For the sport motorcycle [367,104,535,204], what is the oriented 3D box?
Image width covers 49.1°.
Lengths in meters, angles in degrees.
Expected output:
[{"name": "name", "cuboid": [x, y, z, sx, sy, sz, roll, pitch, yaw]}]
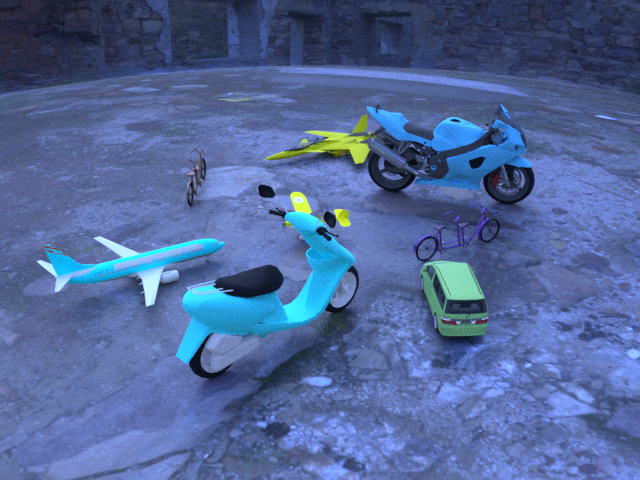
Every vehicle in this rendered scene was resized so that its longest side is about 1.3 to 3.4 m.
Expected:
[{"name": "sport motorcycle", "cuboid": [2.223, -1.493, 12.084, 2.955, 1.596, 0.983, 8, 28, 15]}]

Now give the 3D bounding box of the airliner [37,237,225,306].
[{"name": "airliner", "cuboid": [-2.486, 0.154, 9.663, 2.541, 0.835, 2.257, -16, 31, -29]}]

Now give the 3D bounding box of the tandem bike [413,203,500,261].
[{"name": "tandem bike", "cuboid": [2.063, -0.130, 10.396, 1.642, 0.682, 0.283, -14, 30, -26]}]

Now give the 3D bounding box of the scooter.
[{"name": "scooter", "cuboid": [-0.494, 0.429, 8.060, 2.721, 1.786, 1.288, -23, 35, -38]}]

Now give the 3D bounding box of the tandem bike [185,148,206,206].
[{"name": "tandem bike", "cuboid": [-2.206, -1.175, 12.470, 0.283, 0.682, 1.642, 1, 27, 2]}]

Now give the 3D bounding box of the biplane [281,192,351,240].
[{"name": "biplane", "cuboid": [-0.067, -0.280, 10.892, 1.090, 0.504, 1.336, -7, 28, -13]}]

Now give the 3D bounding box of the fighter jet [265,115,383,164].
[{"name": "fighter jet", "cuboid": [0.070, -2.009, 14.264, 2.640, 0.557, 2.229, -13, 30, -25]}]

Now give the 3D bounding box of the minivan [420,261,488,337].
[{"name": "minivan", "cuboid": [1.693, 0.632, 8.958, 0.681, 0.616, 1.548, -1, 27, -2]}]
